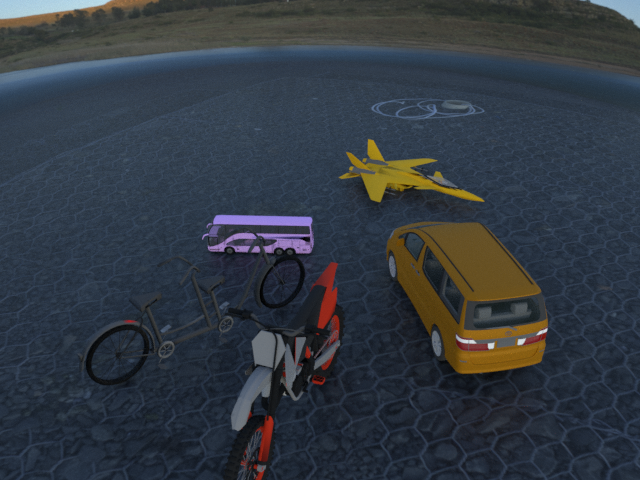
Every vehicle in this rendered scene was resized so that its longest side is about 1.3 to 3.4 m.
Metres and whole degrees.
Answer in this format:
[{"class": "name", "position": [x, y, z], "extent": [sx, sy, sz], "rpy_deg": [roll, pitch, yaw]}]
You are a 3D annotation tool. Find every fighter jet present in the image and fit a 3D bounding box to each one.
[{"class": "fighter jet", "position": [1.750, -1.181, 12.645], "extent": [2.640, 0.557, 2.229], "rpy_deg": [19, 34, 30]}]

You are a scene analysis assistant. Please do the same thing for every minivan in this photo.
[{"class": "minivan", "position": [1.777, 0.450, 9.074], "extent": [1.324, 1.197, 3.011], "rpy_deg": [-6, 30, -10]}]

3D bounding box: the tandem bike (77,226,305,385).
[{"class": "tandem bike", "position": [-1.429, 0.709, 8.480], "extent": [3.192, 1.326, 0.550], "rpy_deg": [-22, 36, -34]}]

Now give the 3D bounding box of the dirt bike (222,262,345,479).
[{"class": "dirt bike", "position": [-0.275, 1.298, 7.077], "extent": [1.024, 1.666, 2.903], "rpy_deg": [11, 31, 18]}]

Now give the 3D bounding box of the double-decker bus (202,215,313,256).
[{"class": "double-decker bus", "position": [-0.935, -0.080, 10.693], "extent": [1.672, 0.541, 0.389], "rpy_deg": [1, 29, 2]}]
